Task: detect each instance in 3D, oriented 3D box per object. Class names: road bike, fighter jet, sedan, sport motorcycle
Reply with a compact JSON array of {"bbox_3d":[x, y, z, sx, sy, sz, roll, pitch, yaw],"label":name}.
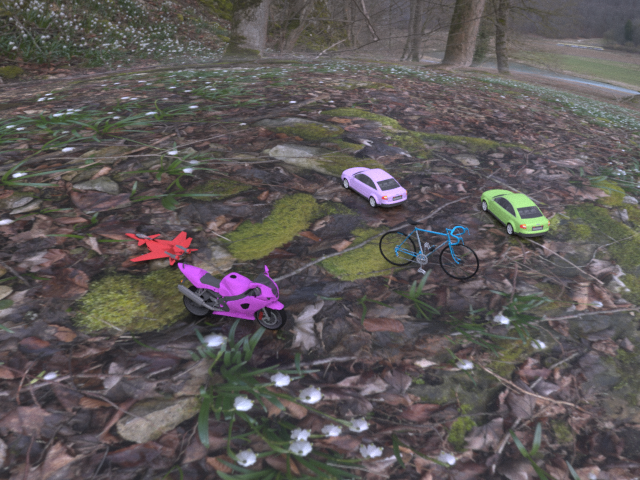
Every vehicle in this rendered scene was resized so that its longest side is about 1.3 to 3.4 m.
[{"bbox_3d":[1.605,0.111,10.359,1.545,0.852,0.358,12,31,22],"label":"road bike"},{"bbox_3d":[-2.645,0.004,11.150,1.358,0.286,1.147,18,33,30],"label":"fighter jet"},{"bbox_3d":[3.305,-0.542,11.949,0.635,0.483,1.613,-7,29,-13],"label":"sedan"},{"bbox_3d":[-1.158,0.738,9.237,1.520,0.821,0.506,9,30,16],"label":"sport motorcycle"},{"bbox_3d":[0.973,-1.055,12.894,0.635,0.483,1.613,-15,32,-26],"label":"sedan"}]
